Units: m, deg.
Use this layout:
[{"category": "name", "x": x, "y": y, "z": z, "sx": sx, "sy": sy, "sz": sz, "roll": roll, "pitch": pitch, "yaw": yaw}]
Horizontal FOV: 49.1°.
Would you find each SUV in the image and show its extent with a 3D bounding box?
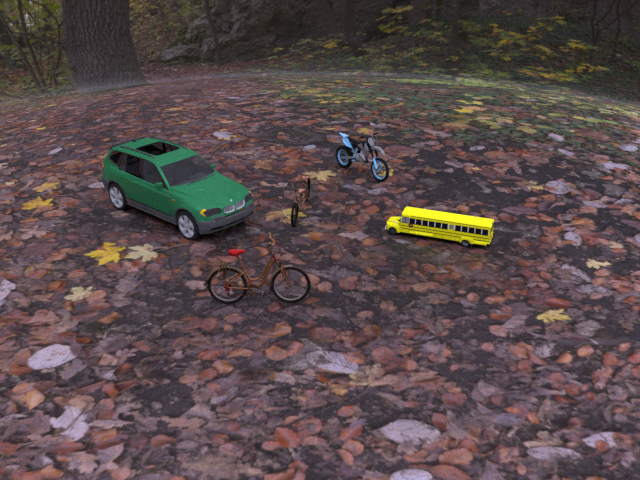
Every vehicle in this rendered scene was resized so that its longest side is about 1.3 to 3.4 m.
[{"category": "SUV", "x": -2.493, "y": -0.981, "z": 11.969, "sx": 3.058, "sy": 1.128, "sz": 1.276, "roll": 20, "pitch": 32, "yaw": 36}]

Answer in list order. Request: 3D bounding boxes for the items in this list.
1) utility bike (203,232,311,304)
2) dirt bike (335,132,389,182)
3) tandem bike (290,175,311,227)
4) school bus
[{"category": "utility bike", "x": -0.842, "y": 0.395, "z": 9.328, "sx": 1.435, "sy": 0.946, "sz": 0.535, "roll": 0, "pitch": 26, "yaw": -1}, {"category": "dirt bike", "x": 0.827, "y": -1.695, "z": 13.760, "sx": 0.527, "sy": 0.857, "sz": 1.493, "roll": -20, "pitch": 32, "yaw": -36}, {"category": "tandem bike", "x": -0.323, "y": -0.801, "z": 12.110, "sx": 0.283, "sy": 0.682, "sz": 1.642, "roll": 4, "pitch": 26, "yaw": 8}, {"category": "school bus", "x": 1.893, "y": -0.221, "z": 11.193, "sx": 1.708, "sy": 0.434, "sz": 0.365, "roll": 10, "pitch": 27, "yaw": 19}]
